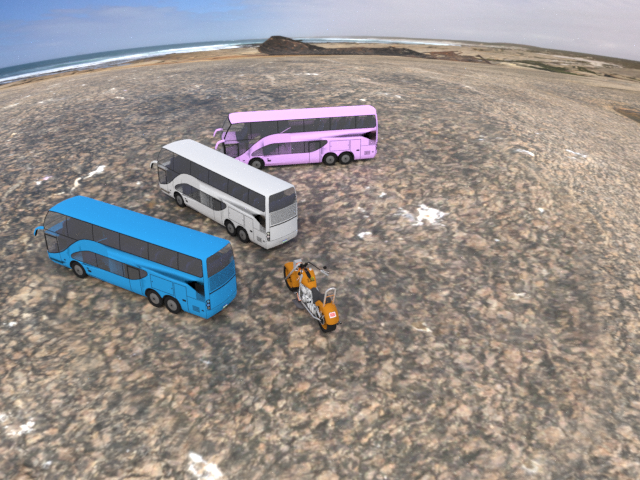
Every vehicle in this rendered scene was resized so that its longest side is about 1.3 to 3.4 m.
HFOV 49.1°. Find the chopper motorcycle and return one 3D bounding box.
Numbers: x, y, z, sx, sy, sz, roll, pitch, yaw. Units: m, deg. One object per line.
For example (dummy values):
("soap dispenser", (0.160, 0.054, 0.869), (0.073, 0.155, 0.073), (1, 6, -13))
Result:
("chopper motorcycle", (-0.148, 0.622, 9.446), (0.466, 0.761, 1.563), (-13, 31, -21))

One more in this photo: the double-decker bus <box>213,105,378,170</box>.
("double-decker bus", (-0.471, -2.042, 13.955), (3.251, 1.052, 0.756), (-5, 29, -9))

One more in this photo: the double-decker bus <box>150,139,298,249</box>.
("double-decker bus", (-1.667, -0.857, 11.816), (0.756, 1.052, 3.251), (-25, 38, -37))

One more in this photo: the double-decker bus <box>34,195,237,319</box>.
("double-decker bus", (-2.657, 0.177, 9.949), (3.251, 1.052, 0.756), (16, 33, 26))
